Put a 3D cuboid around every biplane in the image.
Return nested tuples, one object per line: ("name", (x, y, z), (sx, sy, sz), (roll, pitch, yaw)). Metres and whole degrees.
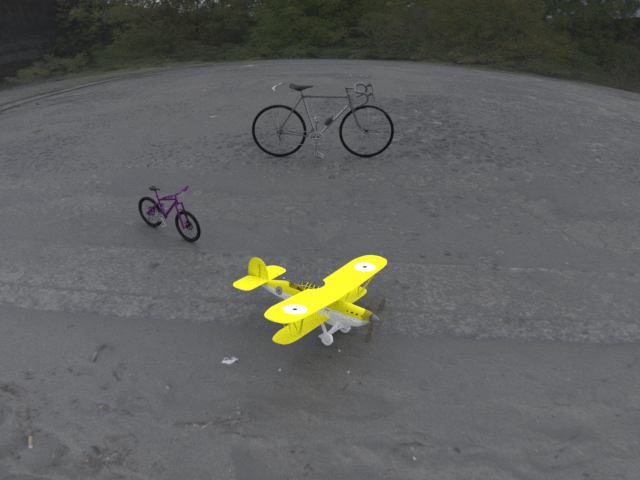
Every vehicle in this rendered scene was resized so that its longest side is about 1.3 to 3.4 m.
("biplane", (-0.111, 0.757, 9.473), (2.120, 0.981, 2.598), (18, 34, 29))

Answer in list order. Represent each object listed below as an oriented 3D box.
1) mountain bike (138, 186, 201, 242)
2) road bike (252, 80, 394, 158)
("mountain bike", (-2.579, -0.491, 11.843), (1.469, 0.868, 0.573), (19, 34, 31))
("road bike", (0.059, -2.510, 14.675), (3.004, 1.656, 0.697), (1, 29, 1))
